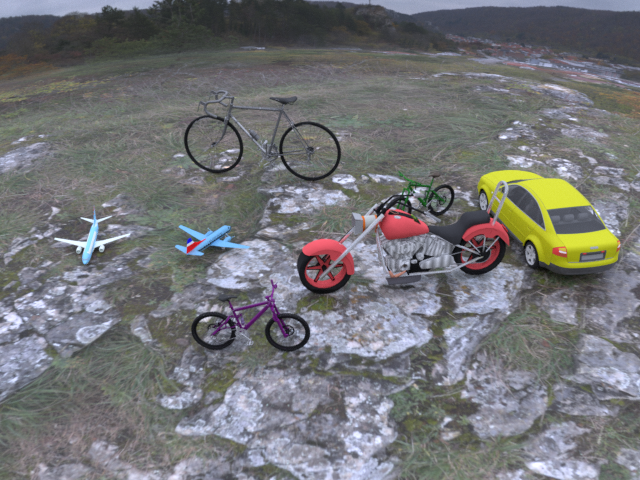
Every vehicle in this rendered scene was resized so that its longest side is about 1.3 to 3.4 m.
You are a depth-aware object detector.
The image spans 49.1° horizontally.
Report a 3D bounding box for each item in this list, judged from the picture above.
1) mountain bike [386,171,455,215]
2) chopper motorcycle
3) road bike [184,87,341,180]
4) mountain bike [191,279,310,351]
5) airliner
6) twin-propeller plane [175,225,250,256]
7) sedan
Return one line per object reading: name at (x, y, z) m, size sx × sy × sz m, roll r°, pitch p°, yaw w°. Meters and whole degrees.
mountain bike at (1.650, -0.693, 11.511) m, size 1.469 × 0.868 × 0.573 m, roll -17°, pitch 34°, yaw -27°
chopper motorcycle at (1.191, -0.041, 9.741) m, size 3.040 × 1.480 × 0.906 m, roll -5°, pitch 30°, yaw -9°
road bike at (-1.094, -1.923, 12.881) m, size 3.004 × 1.656 × 0.696 m, roll 5°, pitch 30°, yaw 9°
mountain bike at (-0.853, 0.994, 8.534) m, size 1.469 × 0.868 × 0.573 m, roll 1°, pitch 30°, yaw 2°
airliner at (-3.562, -0.069, 10.854) m, size 1.161 × 0.429 × 1.307 m, roll -4°, pitch 30°, yaw -6°
twin-propeller plane at (-1.711, -0.040, 10.825) m, size 1.370 × 0.407 × 1.095 m, roll 16°, pitch 33°, yaw 26°
sedan at (3.508, -0.492, 11.083) m, size 1.235 × 0.940 × 3.137 m, roll -6°, pitch 30°, yaw -10°
